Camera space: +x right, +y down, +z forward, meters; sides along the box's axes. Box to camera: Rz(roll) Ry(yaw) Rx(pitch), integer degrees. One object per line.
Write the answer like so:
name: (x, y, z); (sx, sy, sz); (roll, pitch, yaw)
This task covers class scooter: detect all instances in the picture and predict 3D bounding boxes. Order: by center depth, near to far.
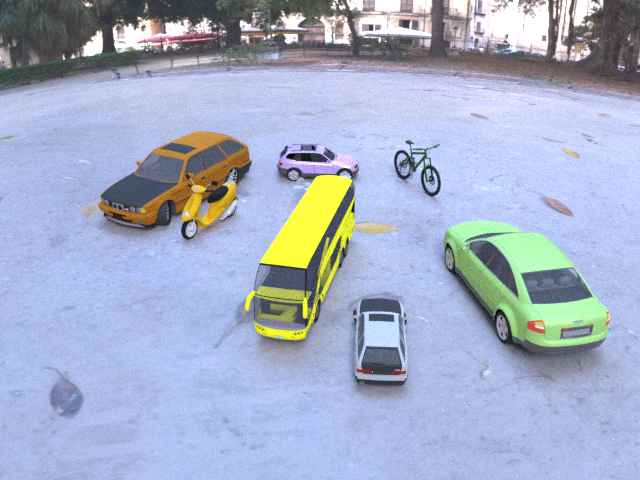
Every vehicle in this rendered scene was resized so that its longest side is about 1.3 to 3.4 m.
scooter: (-1.785, -0.637, 11.332); (0.662, 0.919, 1.399); (16, 31, 28)

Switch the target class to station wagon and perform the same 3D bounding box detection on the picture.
station wagon: (0.729, 1.106, 8.396); (0.682, 0.473, 1.597); (2, 27, 3)
station wagon: (-2.513, -1.180, 12.399); (1.327, 0.920, 3.105); (14, 30, 26)

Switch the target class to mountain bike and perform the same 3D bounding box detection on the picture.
mountain bike: (1.779, -1.385, 12.858); (0.573, 0.868, 1.469); (-13, 30, -24)

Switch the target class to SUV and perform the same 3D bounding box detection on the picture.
SUV: (-0.033, -1.504, 13.410); (1.572, 0.580, 0.656); (1, 27, 2)

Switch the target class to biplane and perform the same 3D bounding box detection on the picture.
biplane: (0.093, -0.886, 12.279); (1.090, 0.504, 1.336); (11, 29, 20)

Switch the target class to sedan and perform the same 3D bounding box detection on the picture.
sedan: (2.609, 0.387, 9.296); (1.235, 0.940, 3.137); (-5, 27, -11)

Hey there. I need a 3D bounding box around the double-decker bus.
double-decker bus: (-0.140, 0.161, 9.617); (0.756, 1.052, 3.251); (6, 28, 12)
